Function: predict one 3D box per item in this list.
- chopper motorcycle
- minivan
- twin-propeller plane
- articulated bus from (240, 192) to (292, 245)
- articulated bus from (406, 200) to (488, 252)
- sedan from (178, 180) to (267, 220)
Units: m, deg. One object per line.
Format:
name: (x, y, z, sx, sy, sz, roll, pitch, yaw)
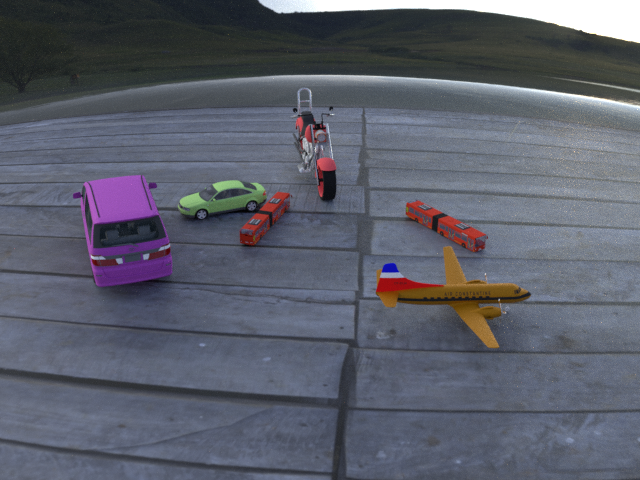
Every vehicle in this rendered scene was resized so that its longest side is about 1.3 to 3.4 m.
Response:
chopper motorcycle: (-0.095, -1.951, 13.879, 0.906, 1.480, 3.040, -5, 27, -9)
minivan: (-3.113, -0.354, 10.966, 1.324, 1.197, 3.011, -9, 28, -18)
twin-propeller plane: (1.809, 0.640, 9.411, 2.129, 0.792, 2.663, -1, 26, -2)
articulated bus: (-0.920, -0.392, 12.068, 0.311, 0.289, 1.749, 8, 27, 16)
articulated bus: (2.093, -0.256, 11.793, 0.311, 0.289, 1.749, -16, 31, -29)
sedan: (-1.758, -0.770, 12.614, 1.613, 0.483, 0.635, -11, 28, -21)
